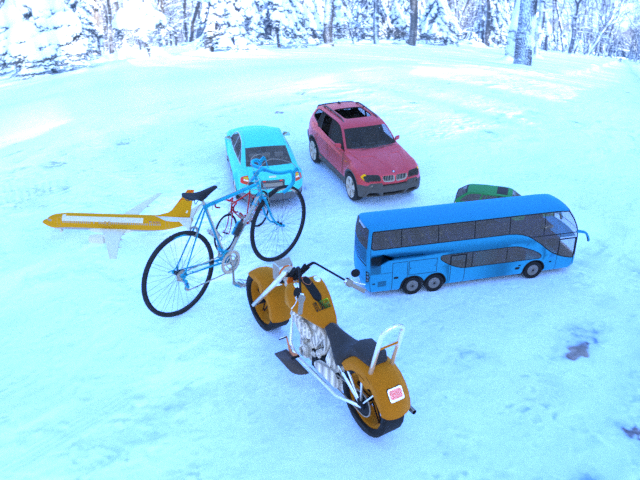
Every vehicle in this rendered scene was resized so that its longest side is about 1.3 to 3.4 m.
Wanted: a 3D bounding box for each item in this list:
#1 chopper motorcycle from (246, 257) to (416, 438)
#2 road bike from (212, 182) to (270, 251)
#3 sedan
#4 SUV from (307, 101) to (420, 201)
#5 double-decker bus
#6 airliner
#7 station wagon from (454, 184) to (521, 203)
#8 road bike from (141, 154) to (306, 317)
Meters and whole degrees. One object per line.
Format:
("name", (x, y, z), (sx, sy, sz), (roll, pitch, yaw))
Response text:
("chopper motorcycle", (-0.042, 0.876, 7.685), (0.906, 1.480, 3.040), (-16, 32, -28))
("road bike", (-1.185, -0.413, 10.763), (0.358, 0.852, 1.545), (14, 31, 24))
("sedan", (-1.094, -1.609, 12.908), (1.235, 0.940, 3.137), (-6, 29, -10))
("SUV", (0.732, -1.735, 12.943), (1.276, 1.128, 3.058), (-10, 30, -18))
("double-decker bus", (2.090, 0.025, 9.731), (3.251, 1.052, 0.756), (-6, 29, -12))
("airliner", (-3.114, -0.441, 10.833), (2.541, 0.835, 2.257), (2, 28, 5))
("station wagon", (3.010, -0.594, 11.503), (1.597, 0.473, 0.682), (8, 29, 15))
("road bike", (-1.185, -0.118, 9.357), (0.696, 1.656, 3.004), (22, 35, 35))
